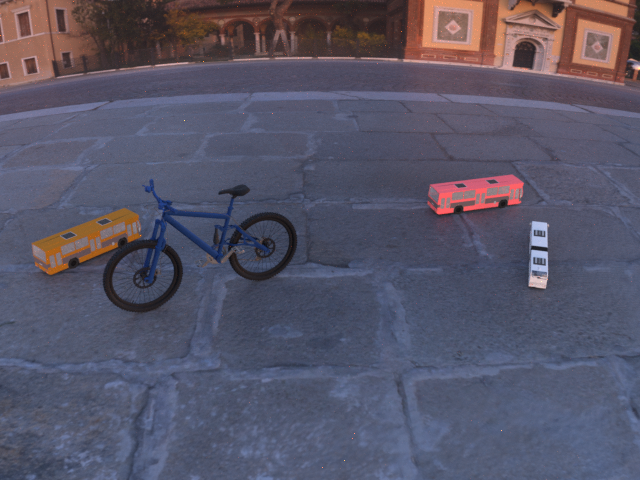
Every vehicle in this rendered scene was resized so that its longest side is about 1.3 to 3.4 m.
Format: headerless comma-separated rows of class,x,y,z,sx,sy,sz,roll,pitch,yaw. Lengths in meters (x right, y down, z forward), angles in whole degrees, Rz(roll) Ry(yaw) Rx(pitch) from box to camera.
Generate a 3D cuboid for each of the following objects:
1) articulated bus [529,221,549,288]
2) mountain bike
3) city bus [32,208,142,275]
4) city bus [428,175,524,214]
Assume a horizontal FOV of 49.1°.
articulated bus,3.399,0.202,10.892,0.311,0.289,1.749,7,29,14
mountain bike,-1.615,0.030,9.733,2.857,1.688,1.114,-14,31,-25
city bus,-3.641,0.020,11.049,0.476,0.460,1.674,23,36,36
city bus,2.796,-0.803,12.583,1.674,0.460,0.476,-8,29,-14
